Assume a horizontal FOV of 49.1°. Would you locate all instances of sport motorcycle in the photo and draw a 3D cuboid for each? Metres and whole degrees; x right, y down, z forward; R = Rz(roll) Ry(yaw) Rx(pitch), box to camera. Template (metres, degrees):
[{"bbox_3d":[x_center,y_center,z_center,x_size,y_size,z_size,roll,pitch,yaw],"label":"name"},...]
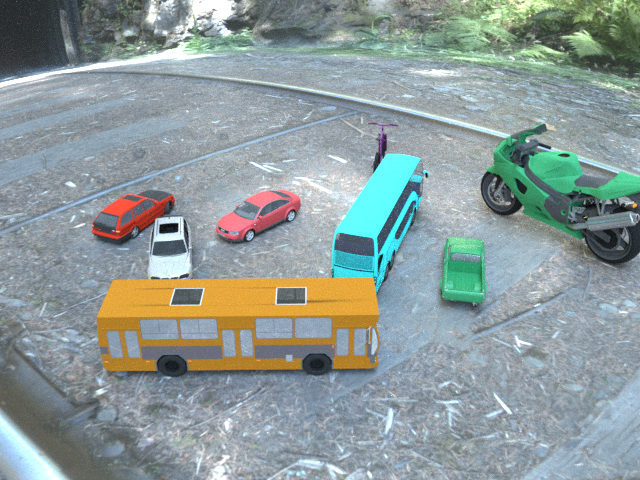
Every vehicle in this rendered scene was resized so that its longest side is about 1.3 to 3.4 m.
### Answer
[{"bbox_3d":[3.753,-0.753,10.905,0.983,1.596,2.955,-23,37,-34],"label":"sport motorcycle"}]

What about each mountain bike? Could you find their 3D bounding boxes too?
[{"bbox_3d":[1.146,-1.703,13.295,0.573,0.868,1.469,6,30,10],"label":"mountain bike"}]

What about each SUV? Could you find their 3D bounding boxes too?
[{"bbox_3d":[-2.209,0.155,10.342,0.656,0.580,1.572,-5,30,-8],"label":"SUV"}]

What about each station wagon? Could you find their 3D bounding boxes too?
[{"bbox_3d":[-3.057,-0.498,11.589,0.682,0.473,1.597,13,32,21],"label":"station wagon"}]

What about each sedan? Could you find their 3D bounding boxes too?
[{"bbox_3d":[-1.004,-0.456,11.506,0.635,0.483,1.613,25,38,36],"label":"sedan"}]

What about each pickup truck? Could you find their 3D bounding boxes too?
[{"bbox_3d":[2.067,0.377,10.023,0.640,0.511,1.603,6,30,10],"label":"pickup truck"}]

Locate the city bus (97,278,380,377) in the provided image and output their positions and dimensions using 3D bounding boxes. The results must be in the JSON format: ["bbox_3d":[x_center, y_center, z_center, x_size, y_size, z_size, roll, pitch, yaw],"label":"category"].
[{"bbox_3d":[-0.935,1.049,8.464,3.255,0.894,0.926,0,30,-1],"label":"city bus"}]

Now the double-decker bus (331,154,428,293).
[{"bbox_3d":[0.974,-0.377,10.795,0.756,1.052,3.251,10,31,16],"label":"double-decker bus"}]
